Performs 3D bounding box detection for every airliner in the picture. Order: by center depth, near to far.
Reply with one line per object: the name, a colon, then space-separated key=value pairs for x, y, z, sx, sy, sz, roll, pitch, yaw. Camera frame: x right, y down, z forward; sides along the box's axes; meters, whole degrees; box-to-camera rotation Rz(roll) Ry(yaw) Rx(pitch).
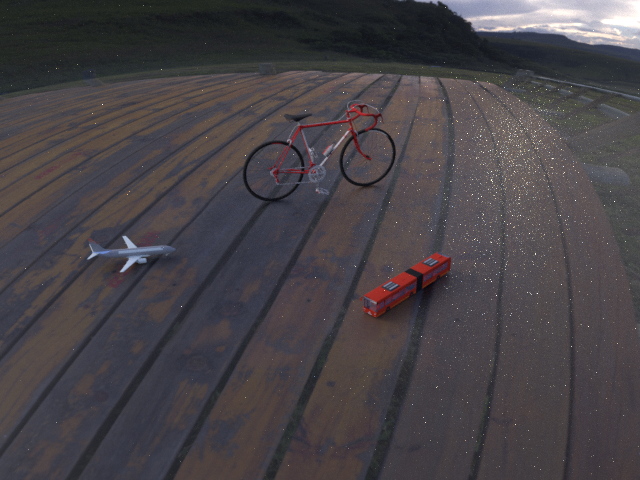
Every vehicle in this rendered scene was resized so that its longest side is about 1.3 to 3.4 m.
airliner: x=-2.896 y=0.106 z=10.785 sx=1.307 sy=0.429 sz=1.161 roll=-6 pitch=29 yaw=-11

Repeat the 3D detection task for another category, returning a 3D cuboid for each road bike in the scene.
road bike: x=0.038 y=-1.603 z=12.692 sx=3.004 sy=1.656 sz=0.697 roll=-10 pitch=30 yaw=-19

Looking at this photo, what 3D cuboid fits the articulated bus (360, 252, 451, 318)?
articulated bus: x=1.262 y=0.615 z=9.979 sx=0.311 sy=0.289 sz=1.749 roll=24 pitch=37 yaw=38
